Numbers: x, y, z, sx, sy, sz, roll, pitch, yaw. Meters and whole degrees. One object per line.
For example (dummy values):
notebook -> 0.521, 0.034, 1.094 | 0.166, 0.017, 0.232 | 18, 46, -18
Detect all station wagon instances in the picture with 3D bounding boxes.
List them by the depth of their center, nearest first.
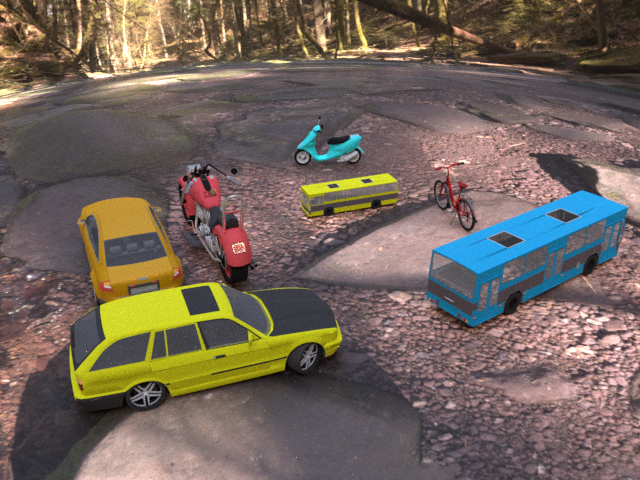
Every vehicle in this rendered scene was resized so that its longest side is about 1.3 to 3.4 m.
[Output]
station wagon -> -1.286, 1.057, 8.099 | 3.105, 0.920, 1.327 | -10, 29, -18

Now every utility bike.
utility bike -> 2.185, -0.752, 11.559 | 0.535, 0.946, 1.435 | -9, 29, -17

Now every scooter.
scooter -> 0.182, -1.935, 13.872 | 1.399, 0.919, 0.662 | -2, 27, -4

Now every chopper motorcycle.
chopper motorcycle -> -1.660, -0.497, 10.489 | 0.906, 1.480, 3.040 | -12, 30, -21

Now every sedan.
sedan -> -2.816, -0.021, 10.157 | 1.235, 0.940, 3.137 | -11, 29, -20

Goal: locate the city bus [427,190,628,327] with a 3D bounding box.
city bus -> 2.948, 0.216, 9.750 | 3.255, 0.894, 0.926 | -19, 33, -32

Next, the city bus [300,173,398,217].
city bus -> 0.510, -0.765, 12.114 | 1.674, 0.460, 0.476 | -10, 29, -18
